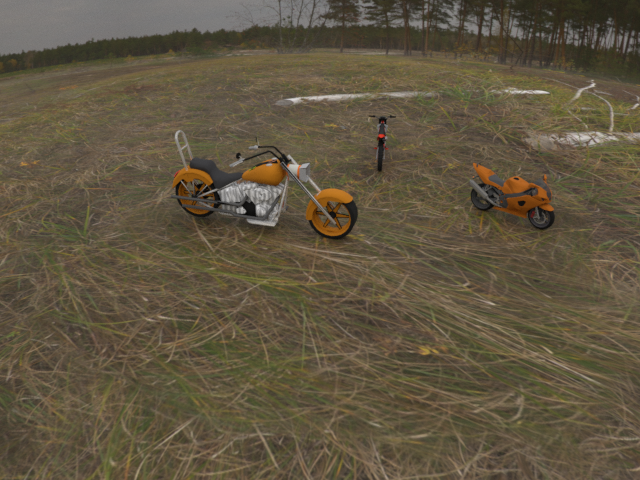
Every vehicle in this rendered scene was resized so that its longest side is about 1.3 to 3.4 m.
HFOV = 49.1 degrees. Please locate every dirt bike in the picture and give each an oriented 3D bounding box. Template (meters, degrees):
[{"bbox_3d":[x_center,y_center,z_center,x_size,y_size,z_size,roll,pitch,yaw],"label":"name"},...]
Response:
[{"bbox_3d":[1.187,-1.953,13.574,0.527,0.857,1.493,3,29,6],"label":"dirt bike"}]

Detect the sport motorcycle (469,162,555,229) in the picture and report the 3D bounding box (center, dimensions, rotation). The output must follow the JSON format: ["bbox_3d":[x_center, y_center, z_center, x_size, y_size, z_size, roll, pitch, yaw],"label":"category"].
[{"bbox_3d":[3.111,-0.722,11.347,1.520,0.821,0.506,23,36,36],"label":"sport motorcycle"}]

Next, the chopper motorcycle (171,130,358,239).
[{"bbox_3d":[-0.905,-0.867,10.923,3.040,1.480,0.906,8,29,14],"label":"chopper motorcycle"}]
